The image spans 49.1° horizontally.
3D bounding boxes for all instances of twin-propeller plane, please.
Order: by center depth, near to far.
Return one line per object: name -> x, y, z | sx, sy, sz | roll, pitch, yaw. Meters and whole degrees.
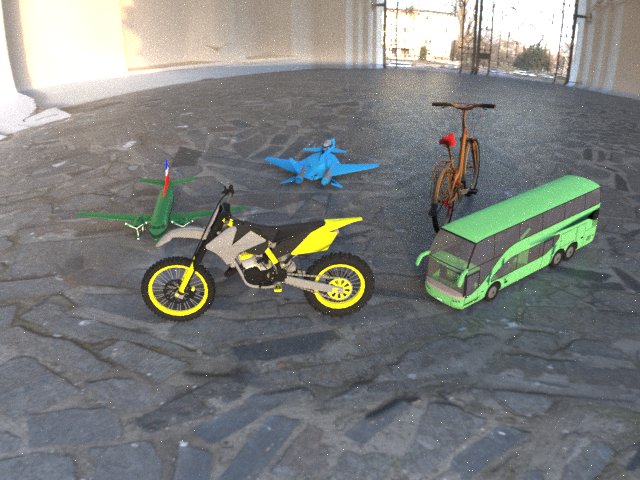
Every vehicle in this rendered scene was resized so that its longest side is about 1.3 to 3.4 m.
twin-propeller plane -> -2.523, -0.607, 11.231 | 2.663, 0.792, 2.129 | -2, 27, -5

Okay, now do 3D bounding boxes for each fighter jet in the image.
fighter jet -> 0.062, -1.727, 13.695 | 2.229, 0.557, 2.640 | 5, 27, 9

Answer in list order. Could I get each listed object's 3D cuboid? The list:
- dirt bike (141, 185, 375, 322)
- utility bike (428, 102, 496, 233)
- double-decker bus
dirt bike -> -0.757, 0.264, 8.551 | 2.903, 1.666, 1.024 | -2, 27, -4
utility bike -> 2.166, -1.288, 11.415 | 1.039, 1.839, 2.791 | 12, 29, 23
double-decker bus -> 2.734, -0.010, 9.769 | 3.251, 1.052, 0.756 | -20, 33, -34
